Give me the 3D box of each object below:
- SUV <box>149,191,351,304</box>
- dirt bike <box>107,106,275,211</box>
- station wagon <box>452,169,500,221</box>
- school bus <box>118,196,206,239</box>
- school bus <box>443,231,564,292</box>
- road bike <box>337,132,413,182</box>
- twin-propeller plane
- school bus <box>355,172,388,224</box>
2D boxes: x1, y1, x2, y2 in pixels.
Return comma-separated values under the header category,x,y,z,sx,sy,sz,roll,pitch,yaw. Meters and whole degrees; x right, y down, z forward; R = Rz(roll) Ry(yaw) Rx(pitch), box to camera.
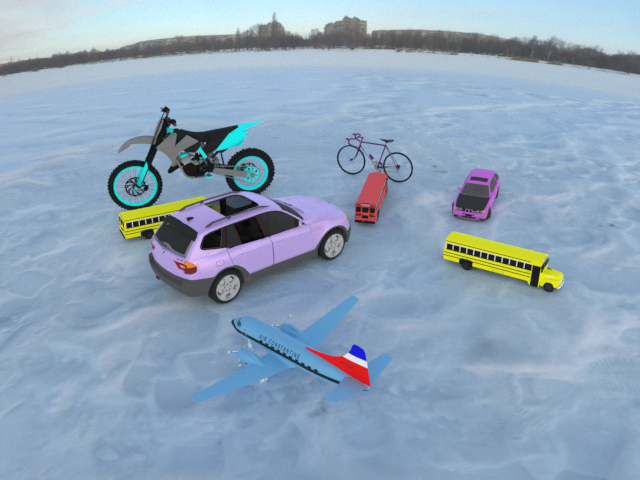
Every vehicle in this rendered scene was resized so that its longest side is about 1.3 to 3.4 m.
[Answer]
category,x,y,z,sx,sy,sz,roll,pitch,yaw
SUV,-0.933,-0.115,10.068,3.058,1.128,1.276,-21,34,-35
dirt bike,-2.185,-1.388,11.987,2.903,1.666,1.024,-9,28,-17
station wagon,2.746,-0.833,12.213,0.682,0.473,1.597,10,28,19
school bus,-2.369,-0.374,11.349,1.708,0.434,0.365,-14,30,-25
school bus,2.627,0.297,10.023,1.708,0.434,0.365,16,31,28
road bike,1.029,-1.565,13.241,1.545,0.852,0.358,12,29,22
twin-propeller plane,-0.274,1.180,7.881,2.129,0.792,2.663,21,34,36
school bus,0.915,-0.769,12.130,0.365,0.434,1.708,6,27,11
